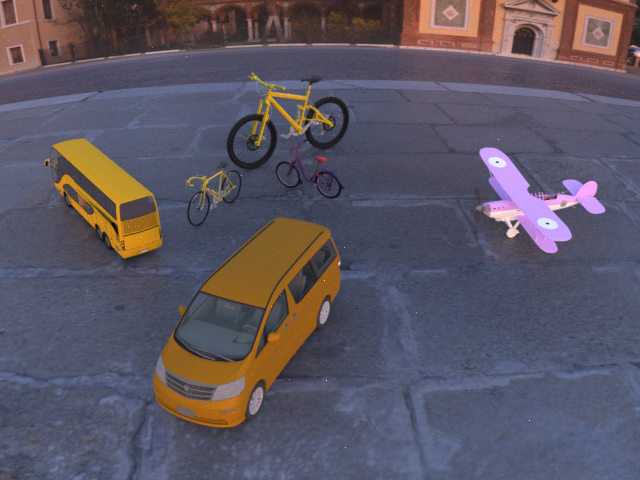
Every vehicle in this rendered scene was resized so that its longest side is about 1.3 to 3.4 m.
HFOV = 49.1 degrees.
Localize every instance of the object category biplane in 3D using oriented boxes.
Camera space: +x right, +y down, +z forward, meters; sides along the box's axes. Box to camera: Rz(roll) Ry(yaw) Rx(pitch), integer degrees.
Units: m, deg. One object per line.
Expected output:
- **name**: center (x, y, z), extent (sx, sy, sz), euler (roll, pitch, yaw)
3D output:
- **biplane**: center (3.486, -0.574, 11.222), extent (2.120, 0.981, 2.598), euler (-7, 30, -12)

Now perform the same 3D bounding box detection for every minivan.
- **minivan**: center (-0.796, 0.875, 8.467), extent (1.324, 1.197, 3.011), euler (13, 32, 21)

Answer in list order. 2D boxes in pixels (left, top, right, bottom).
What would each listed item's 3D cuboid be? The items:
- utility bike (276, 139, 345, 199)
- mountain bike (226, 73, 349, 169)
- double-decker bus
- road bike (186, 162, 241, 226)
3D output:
- **utility bike**: center (-0.219, -1.228, 12.401), extent (1.435, 0.946, 0.535), euler (16, 34, 26)
- **mountain bike**: center (-0.577, -2.393, 13.693), extent (2.857, 1.688, 1.114), euler (-20, 35, -30)
- **double-decker bus**: center (-3.617, -0.785, 11.518), extent (0.756, 1.052, 3.251), euler (-20, 35, -31)
- **road bike**: center (-1.768, -0.832, 11.803), extent (0.358, 0.852, 1.545), euler (15, 33, 24)
